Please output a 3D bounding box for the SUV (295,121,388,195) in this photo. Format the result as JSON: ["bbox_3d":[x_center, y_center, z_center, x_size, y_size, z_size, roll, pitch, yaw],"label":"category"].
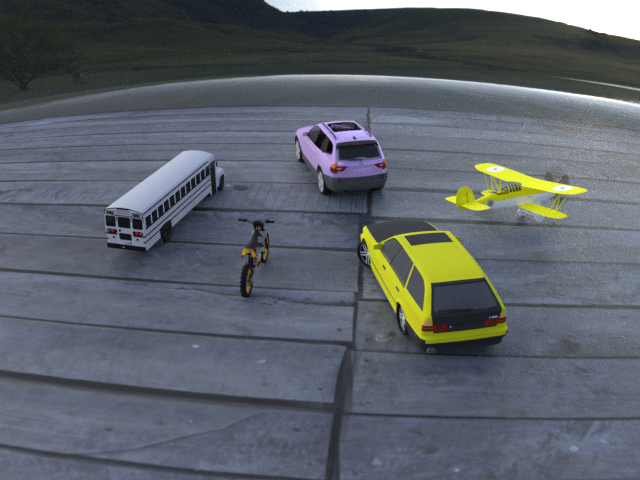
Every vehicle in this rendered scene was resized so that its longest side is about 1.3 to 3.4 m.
[{"bbox_3d":[0.365,-1.813,13.762,1.276,1.128,3.058,-7,27,-13],"label":"SUV"}]

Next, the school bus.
[{"bbox_3d":[-2.517,-0.784,11.981,0.709,0.844,3.322,7,27,13],"label":"school bus"}]

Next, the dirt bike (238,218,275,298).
[{"bbox_3d":[-0.933,0.163,10.027,0.527,0.857,1.493,4,26,8],"label":"dirt bike"}]

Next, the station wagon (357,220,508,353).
[{"bbox_3d":[1.429,0.355,9.563,1.327,0.920,3.105,-5,27,-10],"label":"station wagon"}]

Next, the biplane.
[{"bbox_3d":[3.159,-0.740,11.735,2.120,0.981,2.598,-11,28,-21],"label":"biplane"}]
